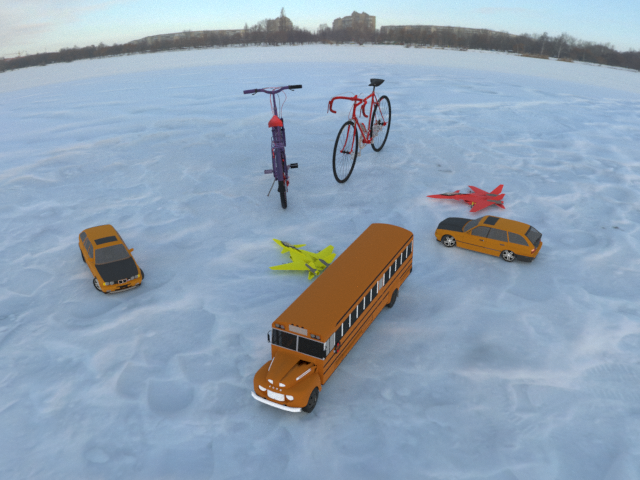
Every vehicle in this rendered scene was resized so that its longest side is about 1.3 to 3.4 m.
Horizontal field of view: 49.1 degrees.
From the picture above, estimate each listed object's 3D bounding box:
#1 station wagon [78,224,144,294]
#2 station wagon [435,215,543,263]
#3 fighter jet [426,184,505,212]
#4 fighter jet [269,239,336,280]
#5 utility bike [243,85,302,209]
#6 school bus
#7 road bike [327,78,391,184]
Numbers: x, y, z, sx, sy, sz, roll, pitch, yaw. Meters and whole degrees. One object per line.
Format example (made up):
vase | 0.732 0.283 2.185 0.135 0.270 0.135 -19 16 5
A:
station wagon | -3.051 0.222 10.106 0.682 0.473 1.597 -14 31 -25
station wagon | 2.566 -0.098 10.720 1.597 0.473 0.682 14 31 26
fighter jet | 2.549 -0.802 12.278 1.358 0.286 1.147 4 28 8
fighter jet | -0.327 0.151 10.445 1.147 0.286 1.358 -20 33 -33
utility bike | -0.811 -1.752 12.422 1.039 1.839 2.791 -2 28 -3
school bus | 0.257 0.828 8.538 0.709 0.844 3.322 13 30 24
road bike | 0.863 -2.220 13.522 0.696 1.656 3.004 12 30 22
